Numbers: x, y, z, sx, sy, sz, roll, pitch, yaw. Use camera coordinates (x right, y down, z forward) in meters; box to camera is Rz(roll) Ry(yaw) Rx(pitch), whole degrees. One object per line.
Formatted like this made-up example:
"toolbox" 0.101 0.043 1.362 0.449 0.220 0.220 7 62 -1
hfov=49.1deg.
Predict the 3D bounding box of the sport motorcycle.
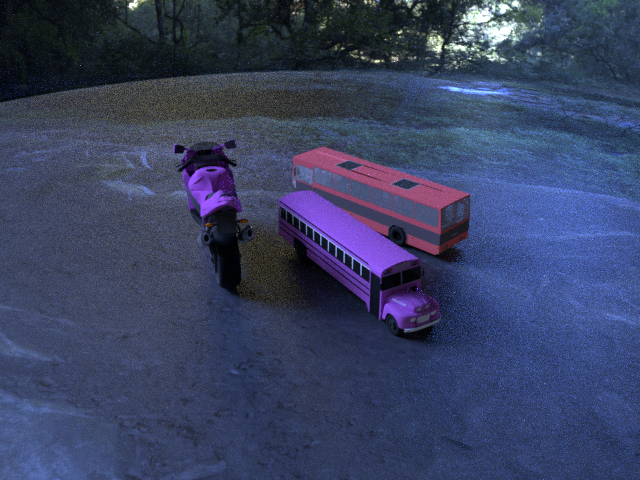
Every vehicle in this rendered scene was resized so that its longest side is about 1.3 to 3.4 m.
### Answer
"sport motorcycle" -1.592 -0.484 10.597 0.983 1.596 2.955 -7 27 -14

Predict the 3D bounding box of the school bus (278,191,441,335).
"school bus" 0.476 0.234 10.002 0.709 0.844 3.322 -15 30 -28

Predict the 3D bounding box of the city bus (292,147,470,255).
"city bus" 0.928 -0.693 11.798 3.255 0.894 0.926 24 35 39
